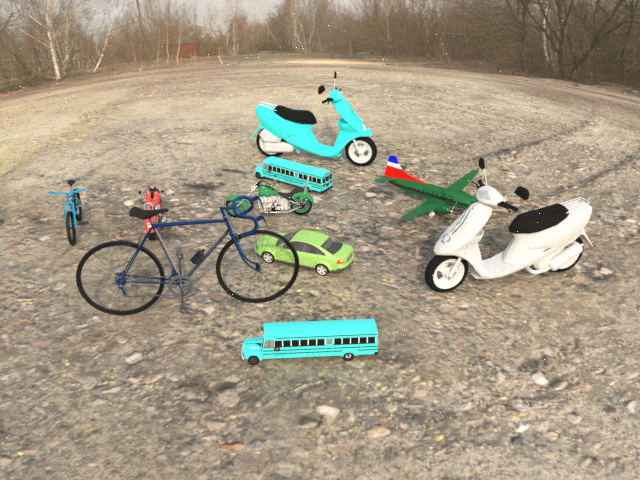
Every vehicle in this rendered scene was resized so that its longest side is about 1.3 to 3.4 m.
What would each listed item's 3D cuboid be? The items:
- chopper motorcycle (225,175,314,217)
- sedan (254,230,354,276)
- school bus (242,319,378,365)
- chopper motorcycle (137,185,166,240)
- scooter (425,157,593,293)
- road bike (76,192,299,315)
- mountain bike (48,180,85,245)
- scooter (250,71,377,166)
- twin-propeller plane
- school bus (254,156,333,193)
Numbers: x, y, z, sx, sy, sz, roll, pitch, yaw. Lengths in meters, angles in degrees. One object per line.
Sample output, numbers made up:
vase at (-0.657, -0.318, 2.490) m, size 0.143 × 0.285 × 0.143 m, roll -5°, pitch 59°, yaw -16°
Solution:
chopper motorcycle at (-0.893, -0.770, 12.300) m, size 1.563 × 0.761 × 0.466 m, roll -1°, pitch 28°, yaw -2°
sedan at (-0.263, 0.123, 10.910) m, size 1.613 × 0.483 × 0.635 m, roll 12°, pitch 30°, yaw 21°
school bus at (-0.133, 1.267, 8.802) m, size 1.708 × 0.434 × 0.365 m, roll -2°, pitch 28°, yaw -4°
chopper motorcycle at (-2.843, -0.585, 11.950) m, size 0.466 × 0.761 × 1.563 m, roll -4°, pitch 28°, yaw -7°
scooter at (2.799, -0.180, 10.090) m, size 2.721 × 1.786 × 1.288 m, roll -8°, pitch 29°, yaw -15°
road bike at (-1.769, 0.233, 9.448) m, size 3.004 × 1.656 × 0.696 m, roll -5°, pitch 28°, yaw -9°
mountain bike at (-4.154, -0.538, 11.747) m, size 0.573 × 0.868 × 1.469 m, roll -5°, pitch 28°, yaw -10°
scooter at (-0.144, -2.455, 14.387) m, size 2.721 × 1.786 × 1.288 m, roll 7°, pitch 29°, yaw 13°
twin-propeller plane at (2.052, -0.953, 12.612) m, size 2.129 × 0.792 × 2.663 m, roll 20°, pitch 34°, yaw 33°
school bus at (-0.555, -1.286, 13.624) m, size 1.708 × 0.434 × 0.365 m, roll 18°, pitch 33°, yaw 30°
